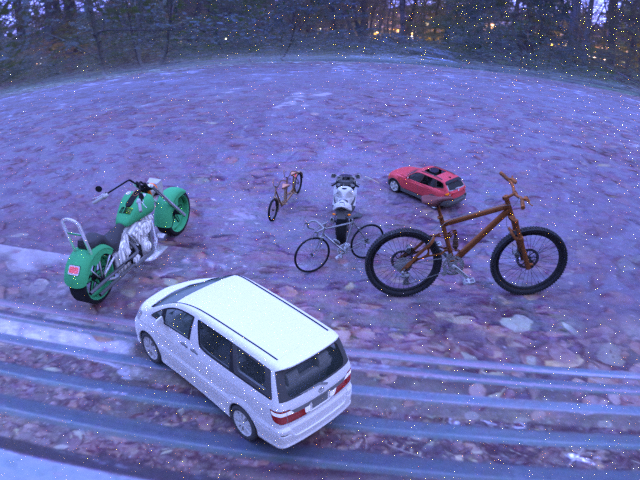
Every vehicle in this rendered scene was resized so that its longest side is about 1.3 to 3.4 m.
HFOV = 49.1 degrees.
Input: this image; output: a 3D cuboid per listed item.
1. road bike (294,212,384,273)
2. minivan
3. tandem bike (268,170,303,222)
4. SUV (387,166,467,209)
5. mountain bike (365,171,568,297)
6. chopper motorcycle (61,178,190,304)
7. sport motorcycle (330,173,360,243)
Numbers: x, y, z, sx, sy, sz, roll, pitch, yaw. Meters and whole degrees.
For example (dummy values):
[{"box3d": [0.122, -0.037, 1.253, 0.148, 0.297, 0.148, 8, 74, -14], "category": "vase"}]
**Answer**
[{"box3d": [0.308, 0.012, 10.623, 1.545, 0.852, 0.358, -13, 32, -23], "category": "road bike"}, {"box3d": [-1.022, 1.152, 8.202, 1.324, 1.197, 3.011, -25, 38, -38], "category": "minivan"}, {"box3d": [-0.602, -0.917, 12.481, 0.283, 0.682, 1.642, 10, 30, 17], "category": "tandem bike"}, {"box3d": [1.951, -1.067, 12.857, 0.656, 0.580, 1.572, -23, 36, -35], "category": "SUV"}, {"box3d": [2.054, 0.051, 9.687, 2.857, 1.688, 1.114, -1, 29, -1], "category": "mountain bike"}, {"box3d": [-2.790, -0.256, 10.458, 0.906, 1.480, 3.040, 9, 30, 16], "category": "chopper motorcycle"}, {"box3d": [0.400, -0.571, 11.710, 0.506, 0.821, 1.520, 3, 29, 5], "category": "sport motorcycle"}]
